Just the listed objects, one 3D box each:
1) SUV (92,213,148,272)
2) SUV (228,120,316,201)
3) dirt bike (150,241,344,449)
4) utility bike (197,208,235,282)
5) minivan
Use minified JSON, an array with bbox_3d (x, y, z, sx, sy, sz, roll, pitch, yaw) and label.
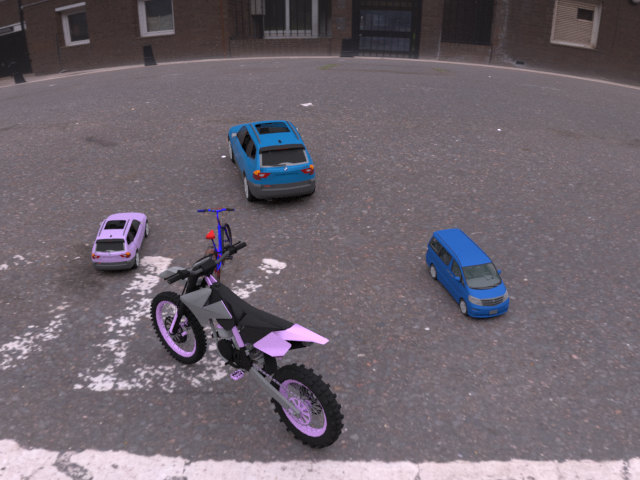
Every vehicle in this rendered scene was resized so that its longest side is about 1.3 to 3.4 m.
[{"bbox_3d":[-3.004,-0.070,10.530,0.656,0.580,1.572,-2,28,-4],"label":"SUV"},{"bbox_3d":[-0.937,-1.677,12.935,1.276,1.128,3.058,-7,29,-13],"label":"SUV"},{"bbox_3d":[-0.909,1.016,7.372,2.903,1.666,1.024,22,36,35],"label":"dirt bike"},{"bbox_3d":[-1.485,0.047,9.929,0.535,0.946,1.435,2,28,4],"label":"utility bike"},{"bbox_3d":[2.005,0.434,9.559,0.681,0.616,1.548,-8,29,-15],"label":"minivan"}]
